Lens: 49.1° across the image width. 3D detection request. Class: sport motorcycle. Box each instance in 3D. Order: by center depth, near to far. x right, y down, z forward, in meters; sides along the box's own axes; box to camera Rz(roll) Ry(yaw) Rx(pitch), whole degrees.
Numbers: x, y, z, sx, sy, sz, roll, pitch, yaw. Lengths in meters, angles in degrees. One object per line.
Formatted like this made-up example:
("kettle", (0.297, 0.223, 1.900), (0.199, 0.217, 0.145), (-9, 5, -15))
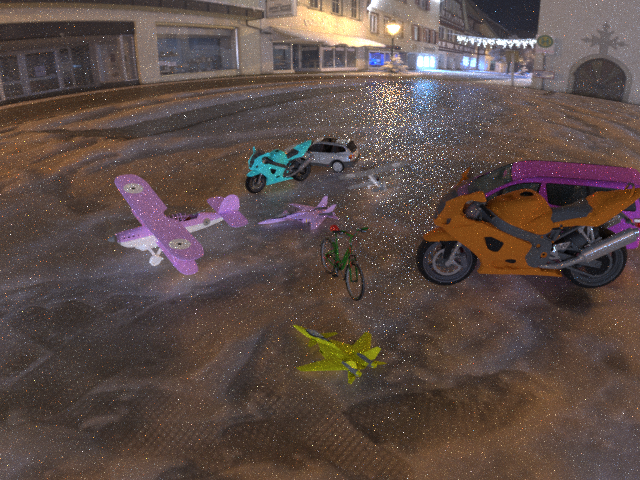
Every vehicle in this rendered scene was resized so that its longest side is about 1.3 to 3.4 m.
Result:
("sport motorcycle", (2.814, -0.078, 9.562), (2.955, 1.596, 0.983), (1, 26, 1))
("sport motorcycle", (-0.767, -1.393, 13.184), (1.520, 0.821, 0.506), (-19, 32, -34))

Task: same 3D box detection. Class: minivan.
("minivan", (3.478, -0.589, 11.082), (3.011, 1.197, 1.324), (7, 27, 13))

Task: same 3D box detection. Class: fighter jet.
("fighter jet", (0.111, 1.218, 8.382), (1.147, 0.286, 1.358), (-21, 33, -37))
("fighter jet", (-0.405, -0.456, 11.855), (1.358, 0.286, 1.147), (-9, 27, -19))

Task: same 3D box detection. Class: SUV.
("SUV", (0.023, -1.798, 14.301), (1.572, 0.580, 0.656), (9, 27, 17))

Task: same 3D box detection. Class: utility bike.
("utility bike", (0.338, 0.188, 9.759), (0.535, 0.946, 1.435), (-11, 28, -21))

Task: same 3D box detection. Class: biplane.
("biplane", (-2.137, -0.208, 10.540), (2.120, 0.981, 2.598), (-16, 30, -30))
("biplane", (1.036, -1.106, 12.953), (1.336, 0.504, 1.090), (-6, 26, -13))
